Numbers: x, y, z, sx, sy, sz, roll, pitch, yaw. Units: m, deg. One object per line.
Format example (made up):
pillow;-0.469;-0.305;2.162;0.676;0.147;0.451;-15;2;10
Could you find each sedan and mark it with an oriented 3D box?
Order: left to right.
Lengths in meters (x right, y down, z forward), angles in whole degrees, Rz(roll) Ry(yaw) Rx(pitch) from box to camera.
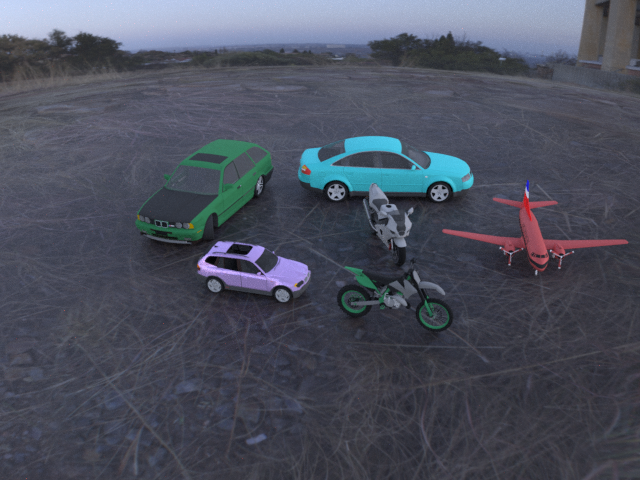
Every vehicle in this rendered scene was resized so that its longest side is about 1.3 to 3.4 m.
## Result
sedan;1.174;-1.319;12.538;3.137;0.940;1.235;1;27;1

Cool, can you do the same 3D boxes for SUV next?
SUV;-0.908;0.393;9.554;1.572;0.580;0.656;7;28;14

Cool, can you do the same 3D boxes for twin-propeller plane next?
twin-propeller plane;3.178;-0.193;10.477;2.663;0.792;2.129;4;27;7

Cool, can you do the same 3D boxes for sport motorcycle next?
sport motorcycle;1.011;-0.245;10.548;0.506;0.821;1.520;-6;28;-12

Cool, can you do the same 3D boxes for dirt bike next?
dirt bike;0.926;0.677;8.688;1.493;0.857;0.527;9;28;17

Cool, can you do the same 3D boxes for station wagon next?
station wagon;-1.881;-0.935;11.800;1.327;0.920;3.105;9;28;18
